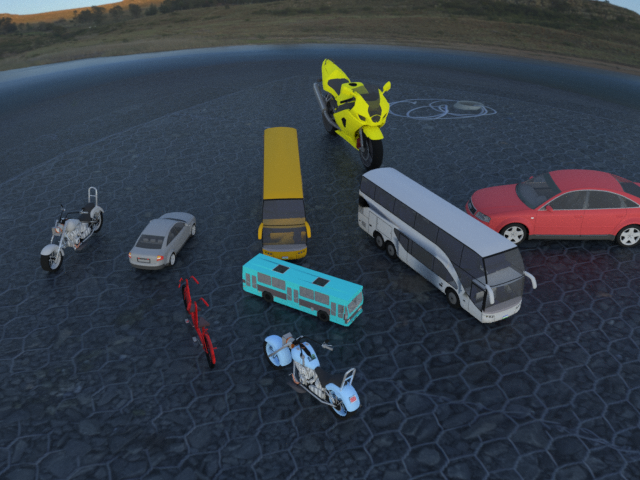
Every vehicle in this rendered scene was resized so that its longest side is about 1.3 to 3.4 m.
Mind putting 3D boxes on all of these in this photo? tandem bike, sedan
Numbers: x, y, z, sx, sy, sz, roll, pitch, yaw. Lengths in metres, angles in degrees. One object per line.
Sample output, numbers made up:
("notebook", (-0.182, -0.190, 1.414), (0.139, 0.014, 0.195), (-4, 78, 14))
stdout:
("tandem bike", (-1.543, 0.948, 8.738), (0.283, 0.682, 1.642), (-11, 31, -19))
("sedan", (3.923, -0.578, 11.177), (3.137, 0.940, 1.235), (0, 29, 1))
("sedan", (-2.391, -0.076, 10.751), (0.635, 0.483, 1.613), (5, 30, 10))

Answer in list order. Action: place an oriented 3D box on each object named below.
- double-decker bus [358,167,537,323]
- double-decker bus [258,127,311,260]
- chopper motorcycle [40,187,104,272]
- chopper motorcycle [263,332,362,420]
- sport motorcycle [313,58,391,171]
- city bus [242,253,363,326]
("double-decker bus", (1.651, 0.008, 10.025), (0.756, 1.052, 3.251), (-15, 33, -25))
("double-decker bus", (-0.613, -0.816, 11.484), (0.756, 1.052, 3.251), (-2, 30, -3))
("chopper motorcycle", (-3.771, -0.174, 10.643), (0.466, 0.761, 1.563), (7, 30, 13))
("chopper motorcycle", (-0.133, 1.400, 7.858), (0.466, 0.761, 1.563), (-23, 37, -34))
("sport motorcycle", (0.619, -2.552, 14.003), (0.983, 1.596, 2.955), (-10, 31, -17))
("city bus", (-0.251, 0.674, 9.448), (1.674, 0.460, 0.476), (16, 33, 27))
